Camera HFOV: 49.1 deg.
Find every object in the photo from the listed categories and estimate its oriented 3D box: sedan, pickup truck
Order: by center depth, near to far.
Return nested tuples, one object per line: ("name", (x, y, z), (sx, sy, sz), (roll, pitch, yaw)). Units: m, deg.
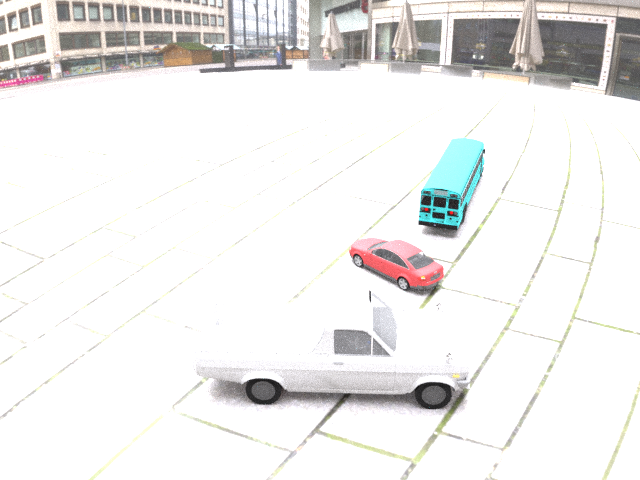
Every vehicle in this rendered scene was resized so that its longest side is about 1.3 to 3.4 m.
("pickup truck", (0.151, 1.145, 8.034), (3.117, 0.993, 1.244), (1, 26, 2))
("sedan", (1.105, 0.263, 10.379), (0.635, 0.483, 1.613), (-22, 34, -37))

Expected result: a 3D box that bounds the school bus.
("school bus", (2.483, -1.126, 12.767), (0.709, 0.844, 3.322), (9, 28, 18))
